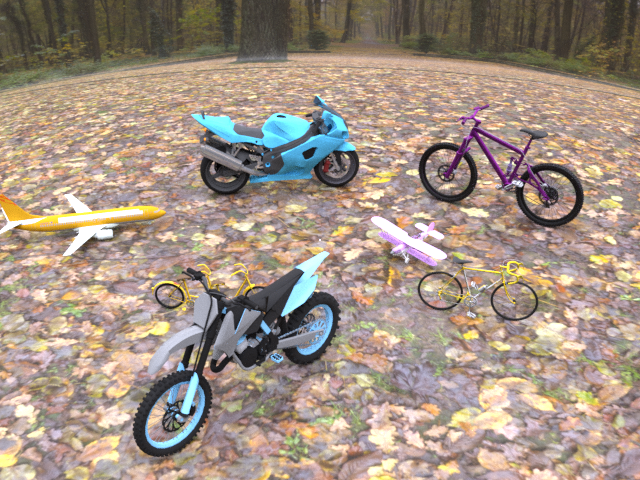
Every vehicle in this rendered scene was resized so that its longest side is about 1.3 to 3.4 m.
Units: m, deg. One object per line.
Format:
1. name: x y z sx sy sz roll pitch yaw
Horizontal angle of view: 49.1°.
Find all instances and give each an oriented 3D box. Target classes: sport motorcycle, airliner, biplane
1. sport motorcycle: -0.738 -1.632 12.500 2.955 1.596 0.983 -4 28 -8
2. airliner: -3.762 -0.485 11.160 2.541 0.835 2.257 -8 29 -15
3. biplane: 1.414 0.030 10.546 1.336 0.504 1.090 24 36 37

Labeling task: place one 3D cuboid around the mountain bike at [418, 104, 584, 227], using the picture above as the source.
1. mountain bike: 2.969 -1.216 11.623 2.857 1.688 1.114 17 32 28

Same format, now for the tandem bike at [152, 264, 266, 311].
1. tandem bike: -1.419 0.636 9.222 1.642 0.682 0.283 2 28 3

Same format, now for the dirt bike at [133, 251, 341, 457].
1. dirt bike: -0.761 1.053 7.396 1.024 1.666 2.903 23 36 37

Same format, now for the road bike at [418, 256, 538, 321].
1. road bike: 2.046 0.619 9.074 1.545 0.852 0.358 7 29 13
